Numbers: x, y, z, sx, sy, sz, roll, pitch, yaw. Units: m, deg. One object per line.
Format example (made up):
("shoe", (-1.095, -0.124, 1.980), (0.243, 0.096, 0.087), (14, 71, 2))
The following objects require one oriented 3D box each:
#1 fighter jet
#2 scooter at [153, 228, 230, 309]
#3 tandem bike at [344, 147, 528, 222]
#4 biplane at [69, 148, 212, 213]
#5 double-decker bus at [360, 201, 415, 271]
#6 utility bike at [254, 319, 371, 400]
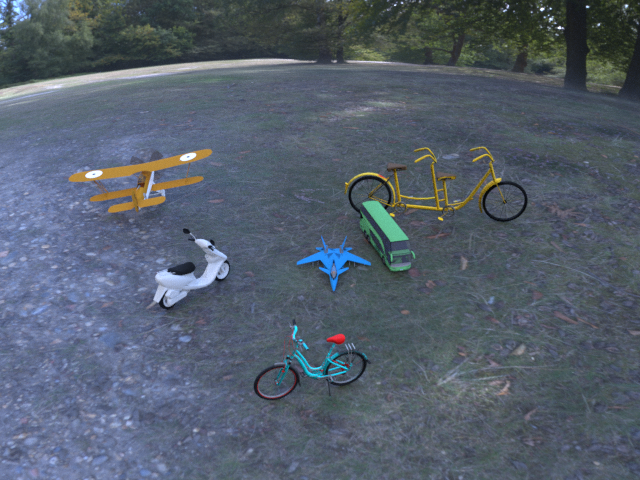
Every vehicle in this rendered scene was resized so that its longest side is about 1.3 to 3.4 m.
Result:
("fighter jet", (0.213, 0.353, 10.771), (1.147, 0.286, 1.358), (0, 27, 1))
("scooter", (-1.822, 0.384, 10.025), (0.662, 0.919, 1.399), (21, 34, 35))
("tandem bike", (2.017, -0.968, 12.191), (3.192, 1.326, 0.550), (3, 28, 6))
("biplane", (-3.217, -0.962, 12.553), (2.598, 0.981, 2.120), (-3, 28, -6))
("double-decker bus", (1.049, -0.067, 11.305), (0.389, 0.541, 1.672), (-7, 28, -13))
("utility bike", (-0.055, 1.411, 8.016), (1.435, 0.946, 0.535), (-9, 29, -16))
